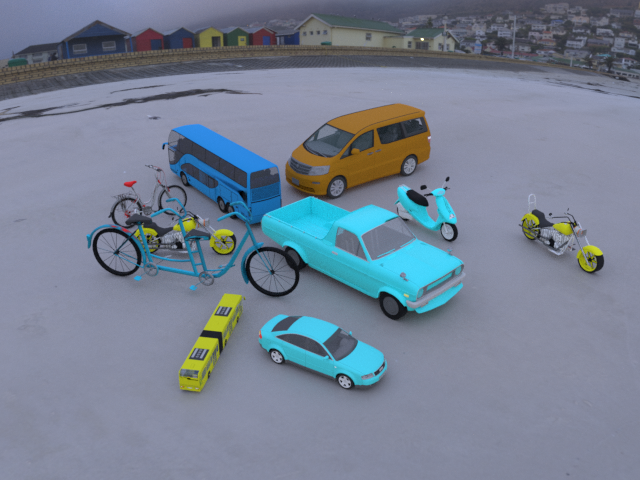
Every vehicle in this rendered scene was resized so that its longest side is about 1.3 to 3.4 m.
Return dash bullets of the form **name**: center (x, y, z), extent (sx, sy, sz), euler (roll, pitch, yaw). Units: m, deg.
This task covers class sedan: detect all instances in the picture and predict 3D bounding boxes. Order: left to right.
- **sedan**: center (0.024, 1.253, 8.258), extent (1.613, 0.483, 0.635), euler (15, 31, 27)

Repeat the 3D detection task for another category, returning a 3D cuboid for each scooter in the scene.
- **scooter**: center (1.732, -0.584, 11.411), extent (0.662, 0.919, 1.399), euler (-20, 33, -34)

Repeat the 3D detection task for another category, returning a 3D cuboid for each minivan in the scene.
- **minivan**: center (0.745, -1.757, 13.425), extent (3.011, 1.197, 1.324), euler (-19, 33, -33)

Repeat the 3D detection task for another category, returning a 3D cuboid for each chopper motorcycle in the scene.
- **chopper motorcycle**: center (-2.072, -0.126, 10.681), extent (1.563, 0.761, 0.466), euler (0, 27, -1)
- **chopper motorcycle**: center (3.677, -0.110, 10.649), extent (0.466, 0.761, 1.563), euler (-15, 30, -26)

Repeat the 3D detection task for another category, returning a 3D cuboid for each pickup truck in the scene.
- **pickup truck**: center (0.542, 0.057, 10.061), extent (1.244, 0.993, 3.117), euler (-24, 35, -39)

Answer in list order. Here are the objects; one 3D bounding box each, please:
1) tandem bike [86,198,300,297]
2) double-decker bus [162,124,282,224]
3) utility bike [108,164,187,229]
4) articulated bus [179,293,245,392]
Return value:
- **tandem bike**: center (-1.819, 0.059, 9.687), extent (3.192, 1.326, 0.550), euler (7, 28, 13)
- **double-decker bus**: center (-1.817, -1.270, 12.621), extent (0.756, 1.052, 3.251), euler (-18, 32, -31)
- **utility bike**: center (-2.915, -0.760, 11.730), extent (1.435, 0.946, 0.535), euler (-20, 33, -34)
- **articulated bus**: center (-1.298, 1.206, 8.567), extent (0.311, 0.289, 1.749), euler (5, 27, 9)
